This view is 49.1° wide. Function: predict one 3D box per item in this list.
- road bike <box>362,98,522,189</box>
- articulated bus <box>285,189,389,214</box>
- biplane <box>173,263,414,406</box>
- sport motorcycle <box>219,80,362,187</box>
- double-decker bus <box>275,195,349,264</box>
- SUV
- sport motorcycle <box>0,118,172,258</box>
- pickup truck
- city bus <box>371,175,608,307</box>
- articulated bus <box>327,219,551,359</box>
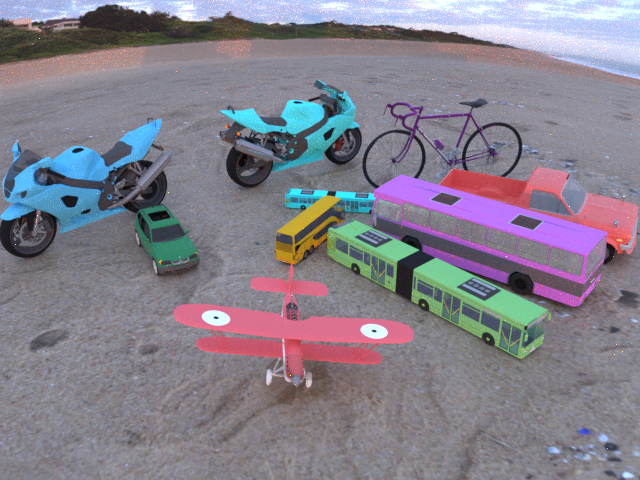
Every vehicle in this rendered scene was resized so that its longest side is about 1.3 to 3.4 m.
[{"bbox_3d":[2.204,-1.692,12.333,3.004,1.656,0.697,-6,29,-11],"label":"road bike"},{"bbox_3d":[0.292,-0.655,11.843,1.749,0.289,0.311,4,28,7],"label":"articulated bus"},{"bbox_3d":[-0.279,0.999,8.011,2.598,0.981,2.120,-2,28,-4],"label":"biplane"},{"bbox_3d":[-0.444,-1.940,12.861,2.955,1.596,0.983,-17,32,-28],"label":"sport motorcycle"},{"bbox_3d":[-0.111,-0.193,10.711,0.389,0.541,1.672,15,31,26],"label":"double-decker bus"},{"bbox_3d":[-2.303,-0.040,10.383,0.656,0.580,1.572,-14,31,-24],"label":"SUV"},{"bbox_3d":[-3.585,-0.847,10.815,0.983,1.596,2.955,23,35,36],"label":"sport motorcycle"},{"bbox_3d":[3.326,-0.560,10.917,3.117,0.993,1.244,13,31,24],"label":"pickup truck"},{"bbox_3d":[2.302,-0.031,10.032,3.255,0.894,0.926,20,34,33],"label":"city bus"},{"bbox_3d":[1.417,0.548,9.302,0.605,0.561,3.401,-23,36,-37],"label":"articulated bus"}]
